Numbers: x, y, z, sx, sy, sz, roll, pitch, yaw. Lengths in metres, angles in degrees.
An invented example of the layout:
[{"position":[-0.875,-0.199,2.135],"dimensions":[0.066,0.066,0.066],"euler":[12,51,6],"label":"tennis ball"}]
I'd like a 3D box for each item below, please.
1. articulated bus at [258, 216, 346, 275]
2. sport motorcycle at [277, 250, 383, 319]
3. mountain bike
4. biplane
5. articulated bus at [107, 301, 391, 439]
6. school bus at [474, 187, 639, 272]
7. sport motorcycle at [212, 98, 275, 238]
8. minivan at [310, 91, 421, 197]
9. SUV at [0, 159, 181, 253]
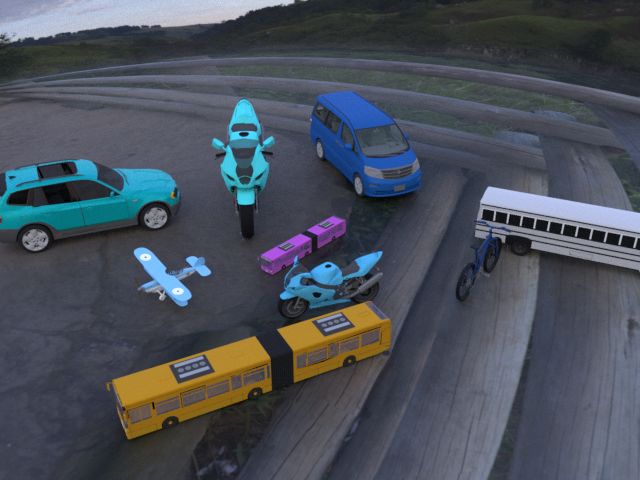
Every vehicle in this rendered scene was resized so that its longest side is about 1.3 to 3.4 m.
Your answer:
[{"position":[-0.242,0.059,11.027],"dimensions":[0.311,0.289,1.749],"euler":[24,37,35],"label":"articulated bus"},{"position":[0.142,0.607,9.538],"dimensions":[1.520,0.821,0.506],"euler":[-11,32,-18],"label":"sport motorcycle"},{"position":[2.321,0.271,10.077],"dimensions":[0.573,0.868,1.469],"euler":[20,35,30],"label":"mountain bike"},{"position":[-2.093,0.539,9.974],"dimensions":[1.090,0.504,1.336],"euler":[-23,37,-34],"label":"biplane"},{"position":[-0.719,1.474,8.289],"dimensions":[3.401,0.561,0.605],"euler":[-14,33,-24],"label":"articulated bus"},{"position":[4.095,-0.079,10.711],"dimensions":[3.322,0.844,0.709],"euler":[13,32,21],"label":"school bus"},{"position":[-1.279,-1.295,12.073],"dimensions":[0.983,1.596,2.955],"euler":[-3,30,-5],"label":"sport motorcycle"},{"position":[0.834,-1.883,13.498],"dimensions":[1.324,1.197,3.011],"euler":[-12,32,-20],"label":"minivan"},{"position":[-3.861,-0.723,11.546],"dimensions":[3.058,1.128,1.276],"euler":[-12,32,-20],"label":"SUV"}]
